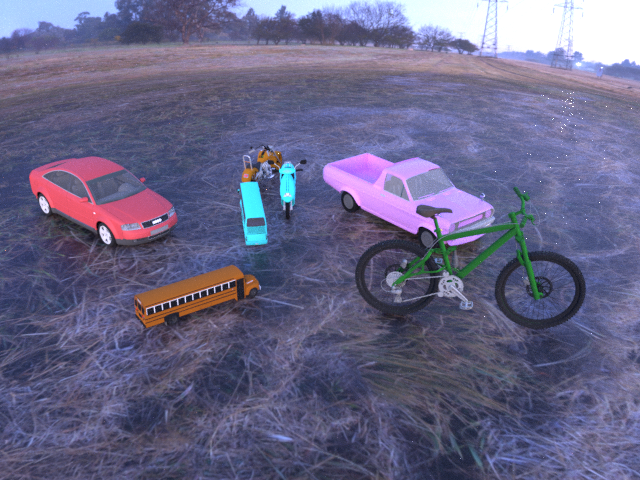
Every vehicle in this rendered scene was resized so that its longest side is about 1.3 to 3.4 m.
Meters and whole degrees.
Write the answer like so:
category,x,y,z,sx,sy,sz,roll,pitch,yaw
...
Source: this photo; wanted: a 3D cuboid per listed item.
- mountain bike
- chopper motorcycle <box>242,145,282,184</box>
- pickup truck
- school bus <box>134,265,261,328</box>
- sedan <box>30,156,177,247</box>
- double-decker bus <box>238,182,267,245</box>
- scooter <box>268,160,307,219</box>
category,x,y,z,sx,sy,sz,roll,pitch,yaw
mountain bike,1.859,0.292,8.705,2.857,1.688,1.114,5,27,9
chopper motorcycle,-1.073,-1.467,13.247,0.466,0.761,1.563,9,28,18
pickup truck,1.403,-0.825,11.708,1.244,0.993,3.117,-20,33,-34
school bus,-1.581,0.713,9.265,1.708,0.434,0.365,-17,31,-31
sedan,-3.659,-0.778,11.675,3.137,0.940,1.235,21,34,36
double-decker bus,-1.113,-0.471,11.507,0.389,0.541,1.672,-4,27,-8
scooter,-0.561,-1.014,12.169,0.662,0.919,1.399,-1,27,-2
